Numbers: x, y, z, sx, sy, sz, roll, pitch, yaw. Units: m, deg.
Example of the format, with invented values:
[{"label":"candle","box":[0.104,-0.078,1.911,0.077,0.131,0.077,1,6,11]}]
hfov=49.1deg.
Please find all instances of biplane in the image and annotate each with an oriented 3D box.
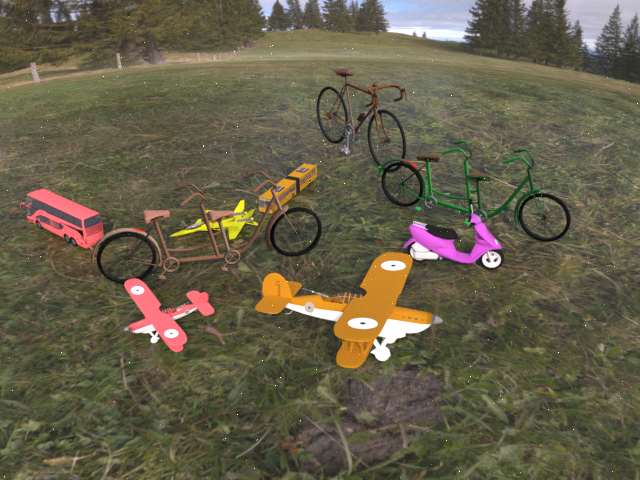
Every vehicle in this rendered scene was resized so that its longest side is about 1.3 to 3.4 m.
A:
[{"label":"biplane","box":[0.350,0.774,8.051,2.120,0.981,2.598,8,28,14]},{"label":"biplane","box":[-1.799,0.906,8.313,1.090,0.504,1.336,-19,33,-32]}]

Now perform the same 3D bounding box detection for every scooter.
[{"label":"scooter","box":[1.873,-0.051,9.705,1.399,0.919,0.662,6,28,11]}]

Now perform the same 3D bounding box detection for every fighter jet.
[{"label":"fighter jet","box":[-1.684,-0.286,10.841,1.358,0.286,1.147,-15,31,-26]}]

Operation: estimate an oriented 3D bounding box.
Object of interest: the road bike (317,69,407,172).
[{"label":"road bike","box":[0.729,-2.391,13.406,0.696,1.656,3.004,-16,31,-28]}]

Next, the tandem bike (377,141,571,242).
[{"label":"tandem bike","box":[2.310,-0.874,10.846,3.192,1.326,0.550,17,32,29]}]

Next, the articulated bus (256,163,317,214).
[{"label":"articulated bus","box":[-0.531,-0.908,12.035,0.311,0.289,1.749,12,30,22]}]

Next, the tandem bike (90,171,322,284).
[{"label":"tandem bike","box":[-1.487,-0.171,9.495,3.192,1.326,0.550,-9,29,-16]}]

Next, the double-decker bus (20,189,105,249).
[{"label":"double-decker bus","box":[-3.936,-0.346,10.681,1.672,0.541,0.389,20,34,34]}]
